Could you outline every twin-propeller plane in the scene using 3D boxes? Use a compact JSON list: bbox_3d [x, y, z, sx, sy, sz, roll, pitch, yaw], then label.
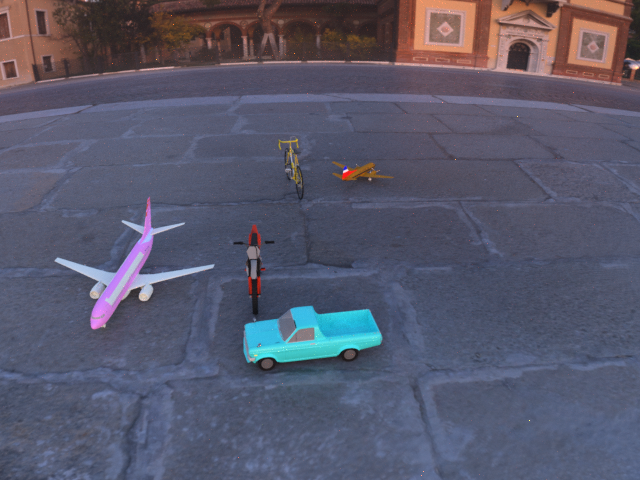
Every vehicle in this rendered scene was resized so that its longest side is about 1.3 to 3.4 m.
[{"bbox_3d":[0.731,-1.315,13.055,1.370,0.407,1.095,19,32,32],"label":"twin-propeller plane"}]

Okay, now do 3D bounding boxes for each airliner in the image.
[{"bbox_3d":[-2.616,0.280,9.428,2.257,0.835,2.541,2,27,4],"label":"airliner"}]

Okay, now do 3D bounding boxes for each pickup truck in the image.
[{"bbox_3d":[-0.099,1.085,8.195,1.603,0.511,0.640,-5,27,-10],"label":"pickup truck"}]

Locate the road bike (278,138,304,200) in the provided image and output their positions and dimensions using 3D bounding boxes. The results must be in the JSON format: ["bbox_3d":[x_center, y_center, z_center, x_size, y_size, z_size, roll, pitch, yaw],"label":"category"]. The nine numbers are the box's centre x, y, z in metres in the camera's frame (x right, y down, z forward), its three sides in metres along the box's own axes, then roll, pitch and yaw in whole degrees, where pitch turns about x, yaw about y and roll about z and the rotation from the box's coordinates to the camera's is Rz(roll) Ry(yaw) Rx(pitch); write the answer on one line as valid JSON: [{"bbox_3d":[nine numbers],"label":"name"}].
[{"bbox_3d":[-0.475,-1.318,12.570,0.358,0.852,1.545,-6,28,-13],"label":"road bike"}]

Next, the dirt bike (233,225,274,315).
[{"bbox_3d":[-0.860,0.324,9.317,0.527,0.857,1.493,-2,27,-4],"label":"dirt bike"}]
